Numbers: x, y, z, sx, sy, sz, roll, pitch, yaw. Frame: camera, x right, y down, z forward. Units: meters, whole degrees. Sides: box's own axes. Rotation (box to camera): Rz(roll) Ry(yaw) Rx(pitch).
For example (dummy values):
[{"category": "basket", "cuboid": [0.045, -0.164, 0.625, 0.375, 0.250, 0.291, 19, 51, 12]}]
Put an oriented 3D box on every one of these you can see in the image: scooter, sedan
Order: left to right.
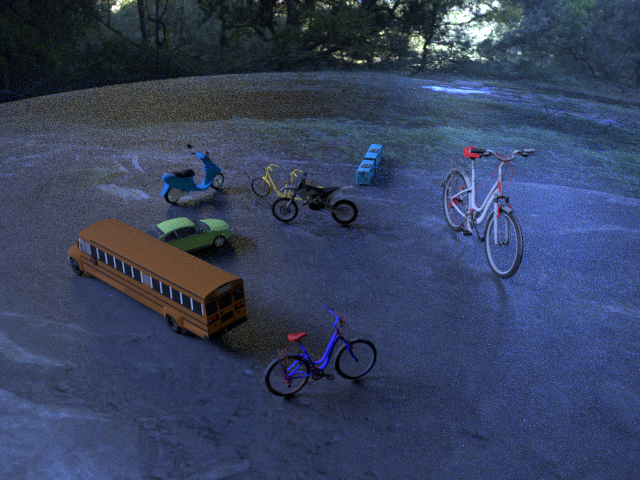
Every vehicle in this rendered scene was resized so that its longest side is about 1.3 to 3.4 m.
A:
[{"category": "sedan", "cuboid": [-2.169, -0.085, 11.179, 1.613, 0.483, 0.635, -17, 31, -30]}, {"category": "scooter", "cuboid": [-2.360, -1.235, 12.986, 1.399, 0.919, 0.662, -24, 35, -39]}]

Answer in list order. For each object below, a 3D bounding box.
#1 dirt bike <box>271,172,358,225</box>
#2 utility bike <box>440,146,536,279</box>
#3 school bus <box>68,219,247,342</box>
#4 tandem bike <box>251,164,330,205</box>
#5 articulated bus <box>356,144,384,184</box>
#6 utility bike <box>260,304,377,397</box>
[{"category": "dirt bike", "cuboid": [-0.092, -0.668, 11.924, 1.493, 0.857, 0.527, 2, 27, 4]}, {"category": "utility bike", "cuboid": [2.580, -0.693, 10.878, 1.039, 1.839, 2.791, -6, 27, -12]}, {"category": "school bus", "cuboid": [-2.405, 0.441, 9.728, 3.322, 0.844, 0.709, 21, 34, 36]}, {"category": "tandem bike", "cuboid": [-0.539, -0.988, 12.758, 1.642, 0.682, 0.283, 12, 29, 22]}, {"category": "articulated bus", "cuboid": [1.030, -1.569, 14.355, 0.311, 0.289, 1.749, 6, 27, 12]}, {"category": "utility bike", "cuboid": [-0.019, 1.261, 7.979, 1.435, 0.946, 0.535, -10, 28, -19]}]
